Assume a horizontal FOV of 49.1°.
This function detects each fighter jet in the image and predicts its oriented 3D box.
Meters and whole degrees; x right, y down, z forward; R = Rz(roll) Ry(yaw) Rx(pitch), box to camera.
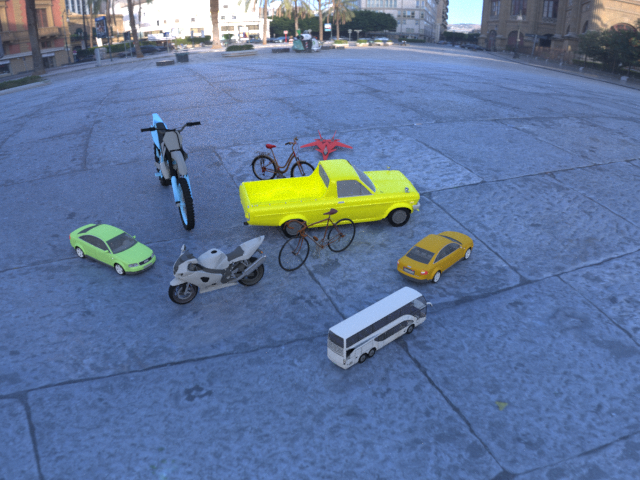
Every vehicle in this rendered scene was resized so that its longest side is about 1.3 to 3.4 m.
[{"bbox_3d":[0.134,-2.033,15.195,1.147,0.286,1.358,1,29,2],"label":"fighter jet"}]

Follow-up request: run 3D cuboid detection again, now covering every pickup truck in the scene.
[{"bbox_3d":[0.163,-0.809,12.243,3.117,0.993,1.244,-6,30,-11],"label":"pickup truck"}]

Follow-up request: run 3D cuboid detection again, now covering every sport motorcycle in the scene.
[{"bbox_3d":[-1.487,0.429,10.177,1.520,0.821,0.506,-15,32,-25],"label":"sport motorcycle"}]

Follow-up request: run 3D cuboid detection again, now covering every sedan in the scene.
[{"bbox_3d":[-3.312,0.089,11.144,1.613,0.483,0.635,19,34,30],"label":"sedan"},{"bbox_3d":[1.839,0.181,10.976,0.635,0.483,1.613,23,36,35],"label":"sedan"}]

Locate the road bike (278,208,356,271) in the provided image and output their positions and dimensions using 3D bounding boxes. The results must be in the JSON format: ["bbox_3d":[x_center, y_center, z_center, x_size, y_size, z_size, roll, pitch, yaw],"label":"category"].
[{"bbox_3d":[-0.025,-0.043,11.001,1.545,0.852,0.358,-21,35,-33],"label":"road bike"}]

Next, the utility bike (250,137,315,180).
[{"bbox_3d":[-0.710,-1.543,13.624,1.435,0.946,0.535,11,31,18],"label":"utility bike"}]

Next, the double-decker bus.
[{"bbox_3d":[0.795,1.117,9.220,1.672,0.541,0.389,-24,37,-36],"label":"double-decker bus"}]

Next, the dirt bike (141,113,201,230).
[{"bbox_3d":[-2.664,-1.383,12.587,1.024,1.666,2.903,-11,31,-19],"label":"dirt bike"}]
